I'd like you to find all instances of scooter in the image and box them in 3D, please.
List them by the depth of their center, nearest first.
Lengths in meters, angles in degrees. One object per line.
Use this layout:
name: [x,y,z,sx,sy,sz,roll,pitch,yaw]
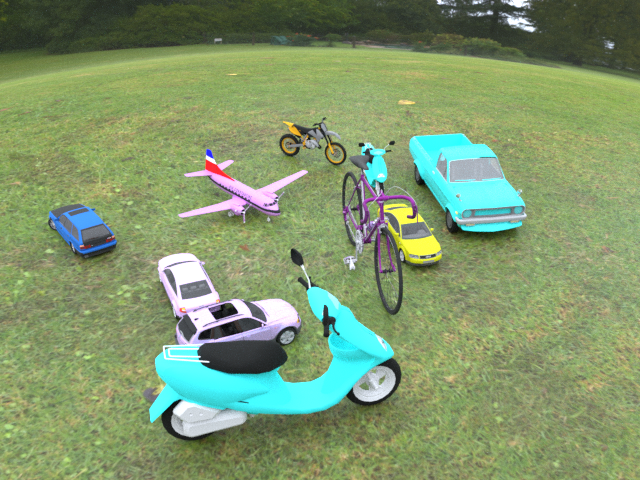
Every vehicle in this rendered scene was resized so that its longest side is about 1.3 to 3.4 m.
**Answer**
scooter: [-0.410,1.186,7.176,2.721,1.786,1.288,-8,30,-14]
scooter: [0.978,-1.408,12.687,0.662,0.919,1.399,-5,30,-8]

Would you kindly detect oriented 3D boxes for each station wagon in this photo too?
station wagon: [-3.797,-0.254,11.084,0.682,0.473,1.597,-20,35,-31]

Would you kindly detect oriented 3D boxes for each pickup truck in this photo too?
pickup truck: [2.478,-1.160,12.169,1.244,0.993,3.117,-4,30,-8]

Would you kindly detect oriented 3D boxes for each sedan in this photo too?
sedan: [-1.827,0.562,9.620,0.635,0.483,1.613,-12,31,-20]
sedan: [1.378,-0.144,10.878,0.635,0.483,1.613,-8,30,-13]

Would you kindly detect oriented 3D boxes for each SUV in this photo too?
SUV: [-1.001,1.051,8.649,1.572,0.580,0.656,-15,32,-24]

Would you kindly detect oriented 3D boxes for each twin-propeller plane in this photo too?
twin-propeller plane: [-1.364,-0.929,11.964,2.663,0.792,2.129,-24,37,-36]

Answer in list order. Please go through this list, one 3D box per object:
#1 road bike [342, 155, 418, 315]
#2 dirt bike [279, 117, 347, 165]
road bike: [0.693,-0.250,9.869,0.696,1.656,3.004,-6,30,-11]
dirt bike: [-0.149,-1.960,13.735,1.493,0.857,0.527,14,32,24]
